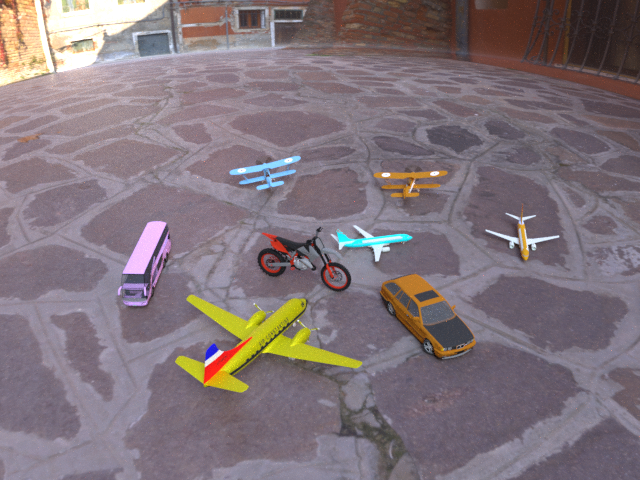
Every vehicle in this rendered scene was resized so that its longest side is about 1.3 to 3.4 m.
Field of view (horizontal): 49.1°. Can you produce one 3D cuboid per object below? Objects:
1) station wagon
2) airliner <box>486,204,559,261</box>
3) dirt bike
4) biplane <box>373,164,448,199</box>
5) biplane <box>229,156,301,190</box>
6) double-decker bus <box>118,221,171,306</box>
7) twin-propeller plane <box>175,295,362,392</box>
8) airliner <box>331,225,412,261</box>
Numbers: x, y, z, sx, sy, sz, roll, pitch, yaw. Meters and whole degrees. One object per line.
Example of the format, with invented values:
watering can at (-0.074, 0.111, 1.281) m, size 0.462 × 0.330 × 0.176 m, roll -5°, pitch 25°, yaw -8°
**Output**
station wagon at (1.420, 0.951, 9.313) m, size 0.682 × 0.473 × 1.597 m, roll -13°, pitch 33°, yaw -22°
airliner at (3.259, -0.119, 11.203) m, size 1.161 × 0.429 × 1.307 m, roll 5°, pitch 30°, yaw 9°
dirt bike at (-0.241, 0.261, 10.120) m, size 1.493 × 0.857 × 0.527 m, roll 12°, pitch 32°, yaw 20°
biplane at (1.588, -0.993, 12.636) m, size 1.336 × 0.504 × 1.090 m, roll 8°, pitch 31°, yaw 14°
biplane at (-0.993, -1.186, 12.969) m, size 1.336 × 0.504 × 1.090 m, roll -5°, pitch 30°, yaw -9°
double-decker bus at (-2.545, 0.344, 10.293) m, size 0.389 × 0.541 × 1.672 m, roll 1°, pitch 30°, yaw 1°
twin-propeller plane at (-0.748, 1.148, 8.656) m, size 2.663 × 0.792 × 2.129 m, roll 17°, pitch 34°, yaw 27°
airliner at (0.860, -0.060, 11.101) m, size 1.307 × 0.429 × 1.161 m, roll -8°, pitch 31°, yaw -13°
